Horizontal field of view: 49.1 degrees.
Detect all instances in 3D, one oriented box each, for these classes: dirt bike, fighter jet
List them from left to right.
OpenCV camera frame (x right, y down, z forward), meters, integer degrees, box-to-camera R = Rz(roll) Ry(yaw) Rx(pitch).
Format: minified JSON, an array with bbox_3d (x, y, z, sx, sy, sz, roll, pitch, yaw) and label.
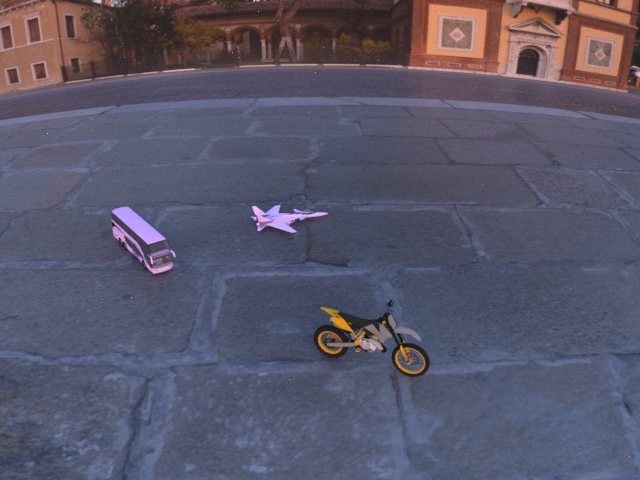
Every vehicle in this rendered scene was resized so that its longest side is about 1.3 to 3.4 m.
[{"bbox_3d":[-0.499,-0.458,12.287,1.358,0.286,1.147,-8,28,-15],"label":"fighter jet"},{"bbox_3d":[0.616,1.181,8.496,1.493,0.857,0.527,11,29,20],"label":"dirt bike"}]

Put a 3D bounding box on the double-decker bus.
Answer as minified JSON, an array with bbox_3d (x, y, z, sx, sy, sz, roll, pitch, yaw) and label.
[{"bbox_3d":[-2.841,0.001,11.123,0.389,0.541,1.672,-19,33,-32],"label":"double-decker bus"}]
